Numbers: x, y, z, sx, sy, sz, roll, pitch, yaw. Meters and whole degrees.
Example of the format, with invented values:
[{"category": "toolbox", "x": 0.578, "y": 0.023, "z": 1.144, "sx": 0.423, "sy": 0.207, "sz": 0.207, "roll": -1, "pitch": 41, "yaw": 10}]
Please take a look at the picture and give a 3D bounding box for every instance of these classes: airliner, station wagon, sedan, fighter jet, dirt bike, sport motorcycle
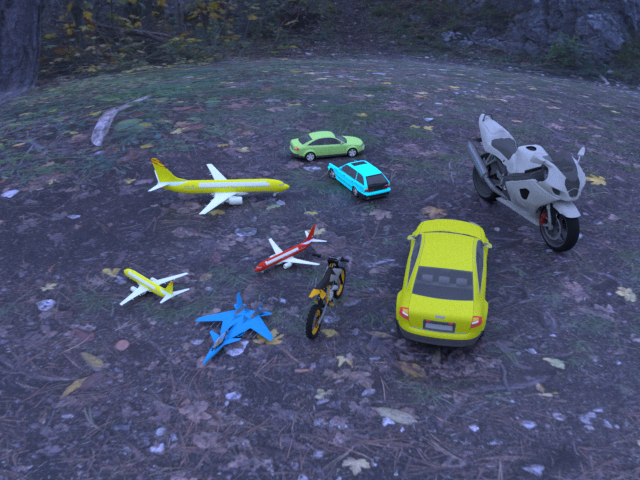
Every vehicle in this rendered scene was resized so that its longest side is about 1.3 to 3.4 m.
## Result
[{"category": "airliner", "x": -1.836, "y": -1.155, "z": 12.940, "sx": 2.541, "sy": 0.835, "sz": 2.257, "roll": -2, "pitch": 29, "yaw": -4}, {"category": "airliner", "x": -0.523, "y": 0.144, "z": 10.973, "sx": 1.307, "sy": 0.429, "sz": 1.161, "roll": -25, "pitch": 37, "yaw": -38}, {"category": "station wagon", "x": 0.731, "y": -1.278, "z": 13.547, "sx": 0.682, "sy": 0.473, "sz": 1.597, "roll": -14, "pitch": 31, "yaw": -23}, {"category": "sedan", "x": 0.162, "y": -2.056, "z": 14.969, "sx": 1.613, "sy": 0.483, "sz": 0.635, "roll": -7, "pitch": 29, "yaw": -12}, {"category": "fighter jet", "x": -1.195, "y": 1.173, "z": 9.227, "sx": 1.147, "sy": 0.286, "sz": 1.358, "roll": 11, "pitch": 30, "yaw": 20}, {"category": "airliner", "x": -2.498, "y": 0.569, "z": 10.190, "sx": 1.307, "sy": 0.429, "sz": 1.161, "roll": 24, "pitch": 37, "yaw": 37}, {"category": "dirt bike", "x": 0.091, "y": 0.673, "z": 9.551, "sx": 0.527, "sy": 0.857, "sz": 1.493, "roll": 10, "pitch": 30, "yaw": 17}, {"category": "sport motorcycle", "x": 3.472, "y": -1.029, "z": 11.912, "sx": 0.983, "sy": 1.596, "sz": 2.955, "roll": -10, "pitch": 30, "yaw": -17}, {"category": "sedan", "x": 1.808, "y": 0.379, "z": 10.006, "sx": 1.235, "sy": 0.940, "sz": 3.137, "roll": 6, "pitch": 29, "yaw": 11}]
